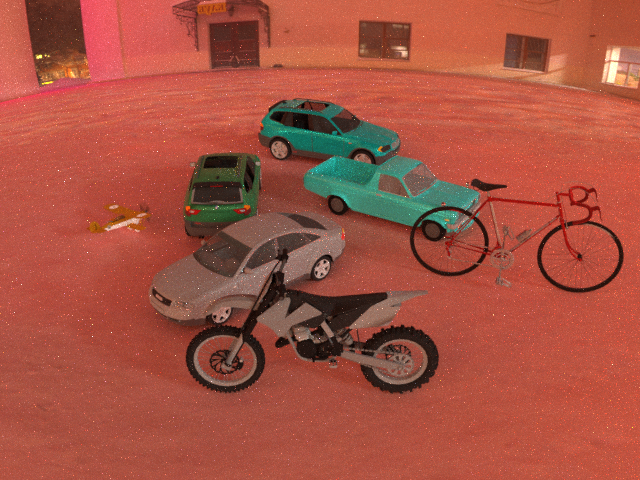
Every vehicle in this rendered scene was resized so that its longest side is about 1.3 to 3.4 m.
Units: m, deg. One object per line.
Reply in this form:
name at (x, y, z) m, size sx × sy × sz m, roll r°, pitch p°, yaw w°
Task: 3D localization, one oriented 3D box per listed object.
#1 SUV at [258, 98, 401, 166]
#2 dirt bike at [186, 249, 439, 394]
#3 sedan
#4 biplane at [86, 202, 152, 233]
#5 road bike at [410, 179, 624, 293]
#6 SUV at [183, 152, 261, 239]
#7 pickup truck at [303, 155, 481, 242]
SUV at (0.189, -2.287, 14.880) m, size 3.058 × 1.128 × 1.276 m, roll 11°, pitch 29°, yaw 21°
dirt bike at (-0.087, 1.051, 7.861) m, size 2.903 × 1.666 × 1.024 m, roll 0°, pitch 27°, yaw 0°
sedan at (-1.004, 0.259, 10.177) m, size 3.137 × 0.940 × 1.235 m, roll -22°, pitch 35°, yaw -36°
biplane at (-3.367, -0.311, 11.748) m, size 1.336 × 0.504 × 1.090 m, roll 24°, pitch 36°, yaw 38°
road bike at (2.803, -0.082, 10.057) m, size 3.004 × 1.656 × 0.696 m, roll 7°, pitch 28°, yaw 13°
SUV at (-1.691, -1.015, 12.428) m, size 1.276 × 1.128 × 3.058 m, roll -1°, pitch 27°, yaw -2°
pickup truck at (1.245, -0.921, 12.395) m, size 3.117 × 0.993 × 1.244 m, roll 17°, pitch 32°, yaw 29°
